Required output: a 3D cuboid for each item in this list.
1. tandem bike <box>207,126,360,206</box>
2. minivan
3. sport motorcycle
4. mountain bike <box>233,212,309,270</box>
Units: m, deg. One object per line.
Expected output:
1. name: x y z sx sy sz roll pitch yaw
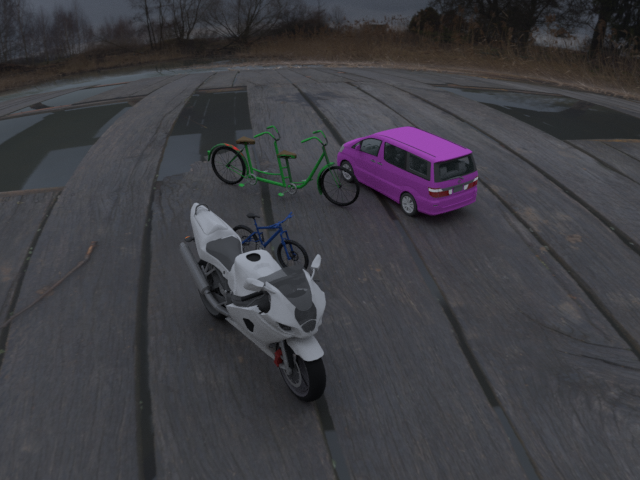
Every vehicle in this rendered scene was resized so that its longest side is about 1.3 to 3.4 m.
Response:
1. tandem bike: -0.734 -1.447 12.893 3.192 1.326 0.550 13 31 22
2. minivan: 1.530 -1.440 13.017 1.324 1.197 3.011 -18 33 -30
3. sport motorcycle: -0.822 0.697 8.577 0.983 1.596 2.955 -18 33 -30
4. mountain bike: -0.794 0.007 10.649 1.469 0.868 0.573 17 32 28
